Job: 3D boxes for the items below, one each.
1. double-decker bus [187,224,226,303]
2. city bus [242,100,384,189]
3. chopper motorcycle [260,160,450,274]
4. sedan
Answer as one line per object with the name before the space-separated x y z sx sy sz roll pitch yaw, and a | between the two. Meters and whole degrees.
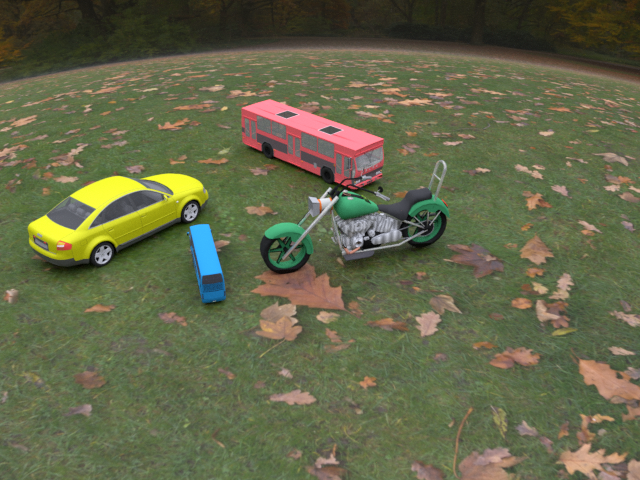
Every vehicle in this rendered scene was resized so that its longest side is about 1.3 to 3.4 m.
double-decker bus | -1.704 0.303 10.453 0.389 0.541 1.672 -8 31 -13
city bus | -0.221 -1.921 13.950 3.255 0.894 0.926 26 39 38
chopper motorcycle | 0.575 -0.359 10.660 3.040 1.480 0.906 -9 31 -15
sedan | -3.213 -0.528 11.492 1.235 0.940 3.137 22 37 33
